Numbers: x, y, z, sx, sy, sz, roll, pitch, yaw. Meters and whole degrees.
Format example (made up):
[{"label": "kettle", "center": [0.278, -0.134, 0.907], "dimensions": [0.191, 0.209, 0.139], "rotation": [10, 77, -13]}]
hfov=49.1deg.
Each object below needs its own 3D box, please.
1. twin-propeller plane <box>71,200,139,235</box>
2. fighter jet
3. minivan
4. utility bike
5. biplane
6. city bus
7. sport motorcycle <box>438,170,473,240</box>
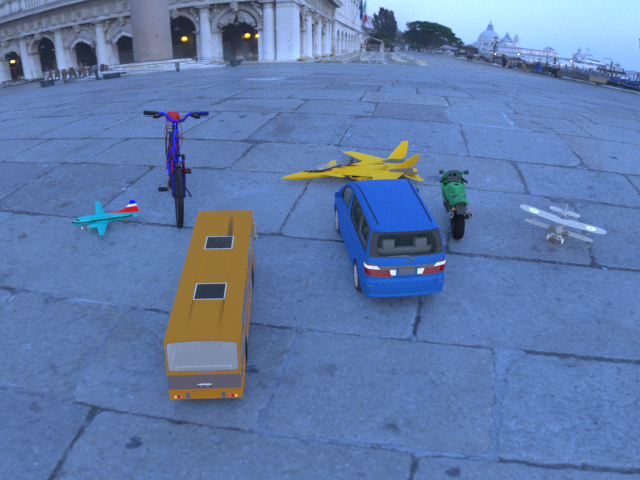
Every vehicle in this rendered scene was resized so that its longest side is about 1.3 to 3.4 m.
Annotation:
[{"label": "twin-propeller plane", "center": [-3.548, -0.417, 11.565], "dimensions": [1.095, 0.407, 1.370], "rotation": [-9, 29, -17]}, {"label": "fighter jet", "center": [0.558, -1.425, 13.359], "dimensions": [2.640, 0.557, 2.229], "rotation": [-5, 28, -9]}, {"label": "minivan", "center": [0.947, -0.260, 10.399], "dimensions": [1.324, 1.197, 3.011], "rotation": [-3, 27, -6]}, {"label": "utility bike", "center": [-2.409, -1.455, 12.016], "dimensions": [1.039, 1.839, 2.791], "rotation": [-7, 28, -13]}, {"label": "biplane", "center": [3.869, -0.269, 11.172], "dimensions": [1.336, 0.504, 1.090], "rotation": [12, 30, 22]}, {"label": "city bus", "center": [-1.295, 0.702, 8.862], "dimensions": [0.926, 0.894, 3.255], "rotation": [-1, 27, -2]}, {"label": "sport motorcycle", "center": [2.219, -0.624, 11.515], "dimensions": [0.506, 0.821, 1.520], "rotation": [1, 27, 2]}]
